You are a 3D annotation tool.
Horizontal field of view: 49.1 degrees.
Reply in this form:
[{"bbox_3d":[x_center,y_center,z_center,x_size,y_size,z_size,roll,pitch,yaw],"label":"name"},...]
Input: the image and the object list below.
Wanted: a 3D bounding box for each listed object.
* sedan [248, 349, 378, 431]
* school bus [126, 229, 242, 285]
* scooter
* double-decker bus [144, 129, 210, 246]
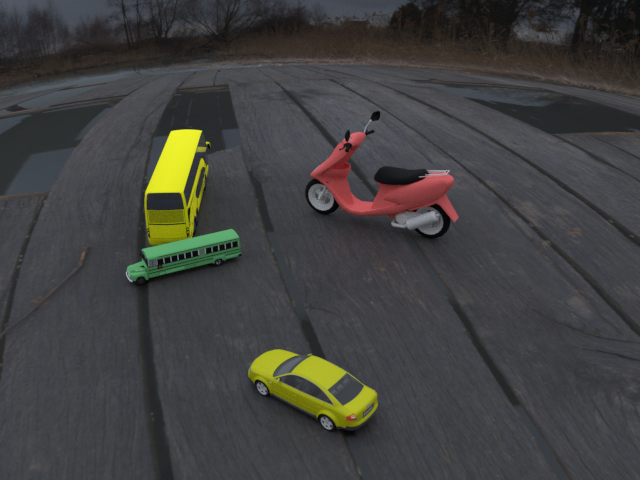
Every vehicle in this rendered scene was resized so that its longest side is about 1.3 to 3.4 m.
[{"bbox_3d":[-0.110,1.595,7.857,1.613,0.483,0.635,20,34,32],"label":"sedan"},{"bbox_3d":[-2.034,0.242,10.439,1.708,0.434,0.365,-14,31,-24],"label":"school bus"},{"bbox_3d":[0.958,-1.034,11.391,2.721,1.786,1.288,14,31,24],"label":"scooter"},{"bbox_3d":[-2.422,-1.014,12.134,0.756,1.052,3.251,-1,28,-2],"label":"double-decker bus"}]
